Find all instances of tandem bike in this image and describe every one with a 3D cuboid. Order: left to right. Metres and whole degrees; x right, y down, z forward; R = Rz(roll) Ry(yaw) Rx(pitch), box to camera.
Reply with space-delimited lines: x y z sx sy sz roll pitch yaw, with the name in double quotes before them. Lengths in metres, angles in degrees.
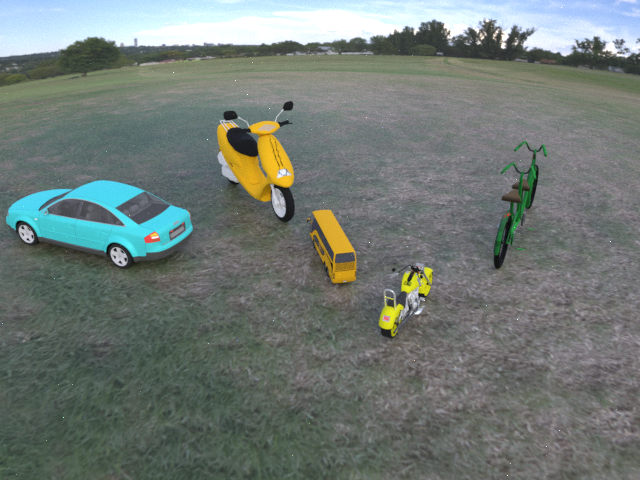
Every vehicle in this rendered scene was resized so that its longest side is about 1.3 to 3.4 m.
"tandem bike" 3.119 -0.666 10.923 0.550 1.326 3.192 12 29 22

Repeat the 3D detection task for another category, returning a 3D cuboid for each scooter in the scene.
"scooter" -1.156 -1.517 12.125 1.288 1.786 2.721 -15 30 -28

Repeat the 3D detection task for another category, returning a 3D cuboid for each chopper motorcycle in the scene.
"chopper motorcycle" 1.135 0.645 8.910 0.466 0.761 1.563 13 29 24

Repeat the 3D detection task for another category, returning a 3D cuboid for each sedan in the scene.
"sedan" -3.466 -0.392 10.805 3.137 0.940 1.235 11 28 22

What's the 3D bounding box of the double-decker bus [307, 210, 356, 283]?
"double-decker bus" 0.164 0.053 10.355 0.389 0.541 1.672 -6 27 -11
